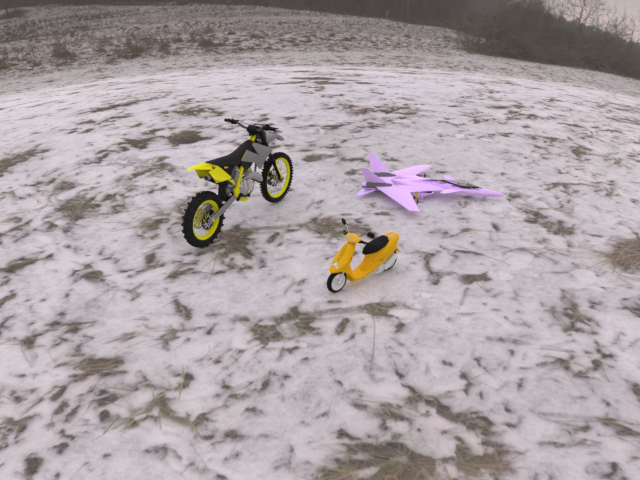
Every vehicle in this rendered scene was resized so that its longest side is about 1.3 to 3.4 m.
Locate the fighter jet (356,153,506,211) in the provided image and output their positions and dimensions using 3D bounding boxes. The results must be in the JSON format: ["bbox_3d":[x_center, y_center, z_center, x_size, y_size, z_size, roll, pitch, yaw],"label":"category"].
[{"bbox_3d":[2.065,-1.090,12.797,2.640,0.557,2.229,6,28,12],"label":"fighter jet"}]

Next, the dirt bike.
[{"bbox_3d":[-1.298,-1.050,11.504,1.024,1.666,2.903,16,31,28],"label":"dirt bike"}]

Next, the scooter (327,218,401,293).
[{"bbox_3d":[0.640,0.165,9.952,1.399,0.919,0.662,-21,34,-34],"label":"scooter"}]
